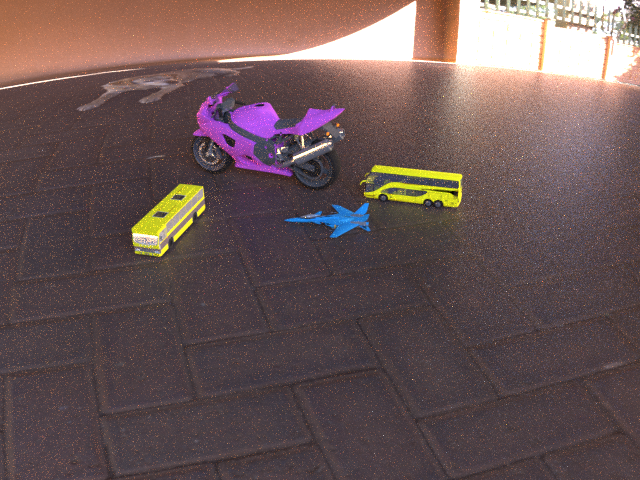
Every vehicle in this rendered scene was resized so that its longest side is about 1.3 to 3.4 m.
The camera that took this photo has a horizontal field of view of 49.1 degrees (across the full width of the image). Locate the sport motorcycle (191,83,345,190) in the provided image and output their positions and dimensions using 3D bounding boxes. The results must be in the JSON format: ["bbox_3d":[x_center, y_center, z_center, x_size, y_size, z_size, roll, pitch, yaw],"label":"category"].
[{"bbox_3d":[-0.976,-1.771,12.230,2.955,1.596,0.983,10,30,18],"label":"sport motorcycle"}]

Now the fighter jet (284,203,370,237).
[{"bbox_3d":[0.111,-0.373,10.994,1.358,0.286,1.147,1,28,2],"label":"fighter jet"}]

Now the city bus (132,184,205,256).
[{"bbox_3d":[-2.278,-0.313,10.695,0.476,0.460,1.674,7,29,13],"label":"city bus"}]

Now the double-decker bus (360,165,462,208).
[{"bbox_3d":[1.525,-0.900,11.714,1.672,0.541,0.389,8,29,14],"label":"double-decker bus"}]
